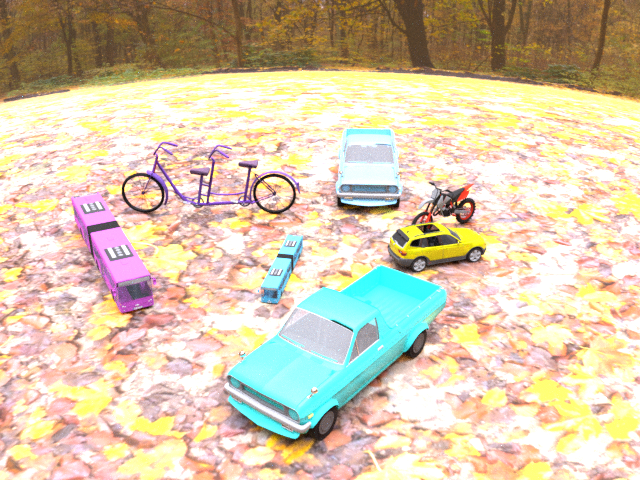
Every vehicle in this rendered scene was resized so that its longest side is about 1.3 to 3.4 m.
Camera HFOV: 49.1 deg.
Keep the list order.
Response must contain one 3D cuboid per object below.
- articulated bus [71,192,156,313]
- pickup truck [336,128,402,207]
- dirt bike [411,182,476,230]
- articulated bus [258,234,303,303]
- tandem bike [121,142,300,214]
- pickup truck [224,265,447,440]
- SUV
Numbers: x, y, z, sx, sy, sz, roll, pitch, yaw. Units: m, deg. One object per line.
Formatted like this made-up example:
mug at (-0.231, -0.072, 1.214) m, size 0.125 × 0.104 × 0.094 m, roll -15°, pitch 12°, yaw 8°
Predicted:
articulated bus at (-3.297, 0.092, 10.907) m, size 0.605 × 0.561 × 3.401 m, roll -13°, pitch 30°, yaw -25°
pickup truck at (0.958, -1.586, 13.755) m, size 1.244 × 0.993 × 3.117 m, roll 1°, pitch 27°, yaw 3°
dirt bike at (2.124, -0.551, 11.853) m, size 1.493 × 0.857 × 0.527 m, roll -18°, pitch 32°, yaw -31°
articulated bus at (-0.559, 0.405, 10.591) m, size 0.311 × 0.289 × 1.749 m, roll 5°, pitch 27°, yaw 10°
tandem bike at (-1.948, -1.071, 12.364) m, size 3.192 × 1.326 × 0.550 m, roll 0°, pitch 27°, yaw 0°
pickup truck at (0.304, 1.128, 8.375) m, size 1.244 × 0.993 × 3.117 m, roll 20°, pitch 33°, yaw 34°
SUV at (1.848, 0.040, 10.989) m, size 1.572 × 0.580 × 0.656 m, roll -9°, pitch 28°, yaw -17°
